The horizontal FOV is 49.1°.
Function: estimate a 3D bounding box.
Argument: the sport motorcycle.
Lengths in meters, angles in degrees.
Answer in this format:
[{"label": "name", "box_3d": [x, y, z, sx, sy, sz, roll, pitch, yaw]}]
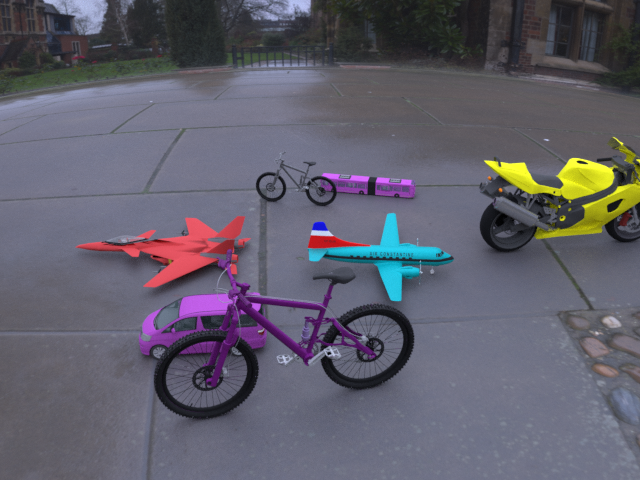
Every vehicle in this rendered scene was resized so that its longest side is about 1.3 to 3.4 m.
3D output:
[{"label": "sport motorcycle", "box_3d": [3.850, -0.625, 10.691, 2.955, 1.596, 0.983, -4, 27, -8]}]

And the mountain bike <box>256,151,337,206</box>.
[{"label": "mountain bike", "box_3d": [-0.424, -1.041, 12.299, 1.469, 0.868, 0.573, 5, 28, 11]}]

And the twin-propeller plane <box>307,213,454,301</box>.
[{"label": "twin-propeller plane", "box_3d": [0.880, 0.119, 10.124, 2.129, 0.792, 2.663, 2, 27, 3]}]

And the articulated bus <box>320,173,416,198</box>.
[{"label": "articulated bus", "box_3d": [0.866, -1.002, 12.857, 1.749, 0.289, 0.311, 6, 28, 11]}]

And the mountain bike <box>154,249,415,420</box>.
[{"label": "mountain bike", "box_3d": [-0.326, 1.027, 7.375, 2.857, 1.688, 1.114, -7, 28, -14]}]

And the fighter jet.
[{"label": "fighter jet", "box_3d": [-2.452, 0.010, 10.593, 2.640, 0.557, 2.229, 2, 27, 5]}]

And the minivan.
[{"label": "minivan", "box_3d": [-1.435, 1.023, 8.558, 1.548, 0.616, 0.681, -2, 27, -4]}]
